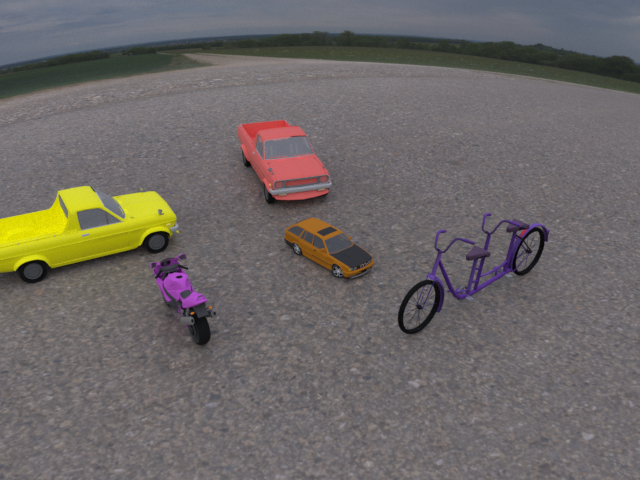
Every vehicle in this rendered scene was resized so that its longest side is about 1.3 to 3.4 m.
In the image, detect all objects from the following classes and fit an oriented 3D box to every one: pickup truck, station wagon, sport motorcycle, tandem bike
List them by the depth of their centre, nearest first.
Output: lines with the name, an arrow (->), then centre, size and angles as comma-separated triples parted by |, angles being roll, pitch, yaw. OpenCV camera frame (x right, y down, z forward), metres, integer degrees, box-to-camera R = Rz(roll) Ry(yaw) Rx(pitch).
sport motorcycle -> -1.820, 0.762, 9.248 | 0.506, 0.821, 1.520 | -17, 32, -28
tandem bike -> 2.222, 0.272, 9.629 | 3.192, 1.326, 0.550 | -21, 35, -34
pickup truck -> -3.826, -0.211, 10.885 | 3.117, 0.993, 1.244 | -15, 31, -25
station wagon -> 0.133, 0.081, 10.890 | 0.682, 0.473, 1.597 | -22, 35, -36
pickup truck -> -0.770, -1.706, 13.680 | 1.244, 0.993, 3.117 | -9, 29, -16
